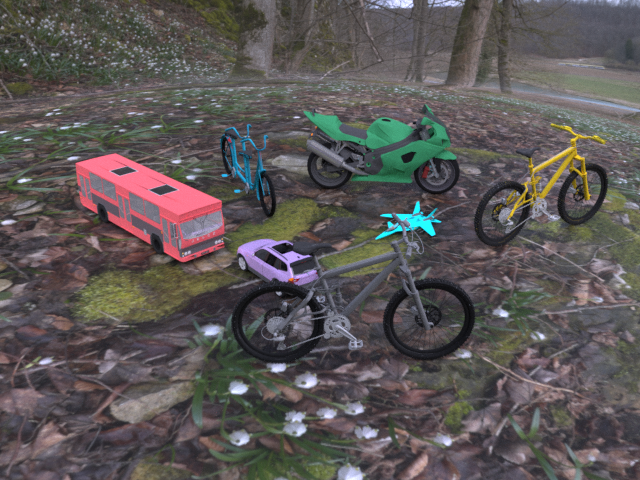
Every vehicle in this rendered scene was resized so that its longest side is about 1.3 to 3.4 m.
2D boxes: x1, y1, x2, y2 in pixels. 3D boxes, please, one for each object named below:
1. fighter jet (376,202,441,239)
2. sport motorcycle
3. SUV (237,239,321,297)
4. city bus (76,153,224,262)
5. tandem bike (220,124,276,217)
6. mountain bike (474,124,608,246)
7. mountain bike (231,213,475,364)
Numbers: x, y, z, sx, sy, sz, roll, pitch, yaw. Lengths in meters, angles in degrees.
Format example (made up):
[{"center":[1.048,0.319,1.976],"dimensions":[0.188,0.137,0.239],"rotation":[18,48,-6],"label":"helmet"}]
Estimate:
[{"center":[1.395,-0.291,11.754],"dimensions":[1.358,0.286,1.147],"rotation":[-22,33,-38],"label":"fighter jet"},{"center":[1.154,-1.674,13.142],"dimensions":[2.955,1.596,0.983],"rotation":[4,26,8],"label":"sport motorcycle"},{"center":[-0.611,0.298,10.169],"dimensions":[0.656,0.580,1.572],"rotation":[-18,31,-33],"label":"SUV"},{"center":[-2.889,-0.572,11.637],"dimensions":[0.926,0.894,3.255],"rotation":[-23,33,-39],"label":"city bus"},{"center":[-1.400,-1.501,13.094],"dimensions":[0.550,1.326,3.192],"rotation":[-10,27,-21],"label":"tandem bike"},{"center":[3.671,-0.862,11.323],"dimensions":[2.857,1.688,1.114],"rotation":[-13,28,-25],"label":"mountain bike"},{"center":[0.397,0.685,8.059],"dimensions":[2.857,1.688,1.114],"rotation":[-1,25,-2],"label":"mountain bike"}]
